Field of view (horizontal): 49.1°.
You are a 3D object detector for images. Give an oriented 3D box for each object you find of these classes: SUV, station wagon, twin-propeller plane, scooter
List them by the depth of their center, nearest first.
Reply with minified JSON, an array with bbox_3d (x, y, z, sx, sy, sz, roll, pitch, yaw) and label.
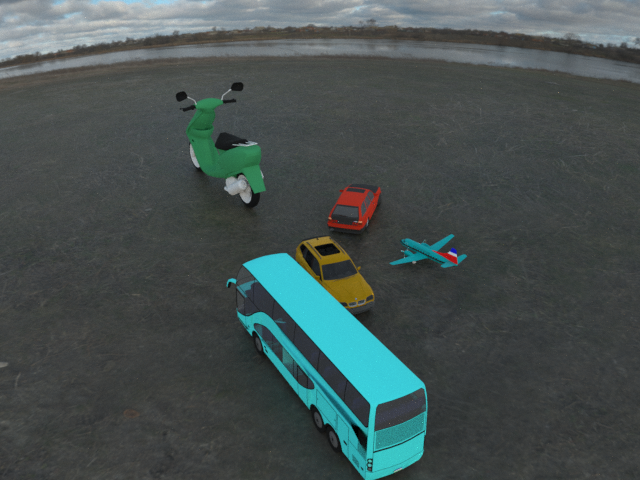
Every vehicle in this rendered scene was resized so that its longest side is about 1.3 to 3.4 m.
[{"bbox_3d":[0.169,0.451,9.430,0.656,0.580,1.572,-11,30,-20],"label":"SUV"},{"bbox_3d":[1.578,0.139,10.206,1.370,0.407,1.095,-22,35,-36],"label":"twin-propeller plane"},{"bbox_3d":[0.598,-0.624,11.582,0.682,0.473,1.597,8,29,14],"label":"station wagon"},{"bbox_3d":[-1.729,-1.731,12.273,1.288,1.786,2.721,-17,32,-29],"label":"scooter"}]

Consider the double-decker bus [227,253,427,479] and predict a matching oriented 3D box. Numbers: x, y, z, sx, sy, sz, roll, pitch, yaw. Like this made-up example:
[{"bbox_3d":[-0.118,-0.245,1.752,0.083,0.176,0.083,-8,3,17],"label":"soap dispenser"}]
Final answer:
[{"bbox_3d":[-0.046,1.161,7.578,0.756,1.052,3.251,-14,31,-25],"label":"double-decker bus"}]
